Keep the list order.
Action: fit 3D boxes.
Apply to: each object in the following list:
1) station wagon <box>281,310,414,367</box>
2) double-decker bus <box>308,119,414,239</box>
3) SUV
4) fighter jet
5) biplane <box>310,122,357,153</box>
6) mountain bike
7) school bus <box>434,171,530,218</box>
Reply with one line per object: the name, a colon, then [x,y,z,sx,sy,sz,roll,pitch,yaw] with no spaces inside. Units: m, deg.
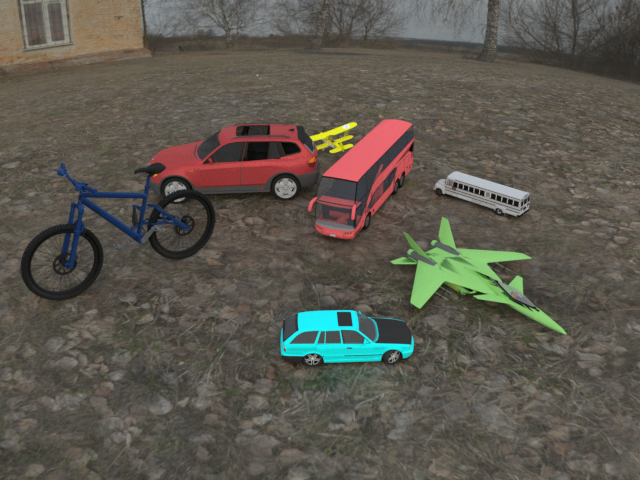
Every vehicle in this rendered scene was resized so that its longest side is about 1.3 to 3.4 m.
station wagon: [0.327,1.134,8.387,1.597,0.473,0.682,-1,28,-2]
double-decker bus: [0.813,-1.073,11.858,0.756,1.052,3.251,12,31,21]
SUV: [-1.522,-1.427,12.433,3.058,1.128,1.276,-2,28,-4]
fighter jet: [2.255,0.500,9.472,2.229,0.557,2.640,-19,34,-31]
biplane: [0.213,-1.967,14.087,1.336,0.504,1.090,-13,31,-22]
mountain bike: [-2.714,-0.229,9.630,2.857,1.688,1.114,-21,35,-33]
school bus: [2.743,-0.810,12.022,1.708,0.434,0.365,23,36,36]
